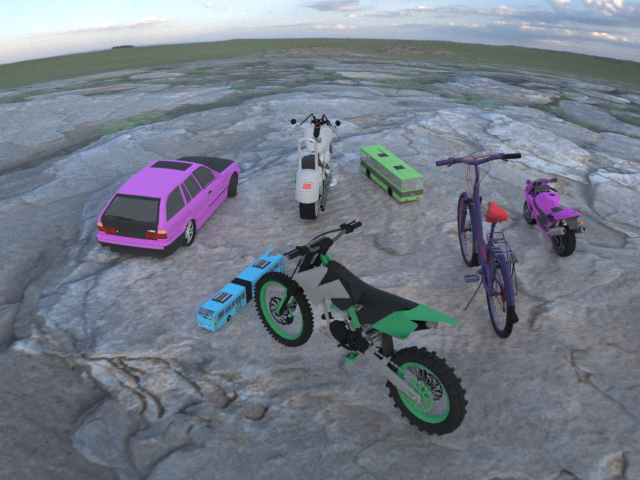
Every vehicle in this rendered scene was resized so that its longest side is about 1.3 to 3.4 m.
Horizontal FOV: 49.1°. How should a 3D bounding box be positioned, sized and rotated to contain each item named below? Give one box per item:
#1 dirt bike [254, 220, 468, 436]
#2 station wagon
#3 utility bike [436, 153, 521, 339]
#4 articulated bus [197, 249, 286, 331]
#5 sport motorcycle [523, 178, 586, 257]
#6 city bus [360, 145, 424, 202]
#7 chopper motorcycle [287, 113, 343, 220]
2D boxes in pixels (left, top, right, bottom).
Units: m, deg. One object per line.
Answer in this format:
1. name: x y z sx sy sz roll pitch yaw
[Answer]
1. dirt bike: 0.283 0.793 7.160 2.903 1.666 1.024 24 36 38
2. station wagon: -2.250 -0.773 10.962 1.327 0.920 3.105 7 28 13
3. utility bike: 1.949 -0.080 8.645 1.039 1.839 2.791 -1 28 -2
4. articulated bus: -0.961 0.607 9.003 0.311 0.289 1.749 13 30 24
5. sport motorcycle: 3.383 -0.375 10.308 0.506 0.821 1.520 -5 28 -9
6. city bus: 1.221 -1.160 12.200 0.476 0.460 1.674 -10 29 -19
7. chopper motorcycle: -0.050 -1.453 11.659 0.906 1.480 3.040 3 28 5
